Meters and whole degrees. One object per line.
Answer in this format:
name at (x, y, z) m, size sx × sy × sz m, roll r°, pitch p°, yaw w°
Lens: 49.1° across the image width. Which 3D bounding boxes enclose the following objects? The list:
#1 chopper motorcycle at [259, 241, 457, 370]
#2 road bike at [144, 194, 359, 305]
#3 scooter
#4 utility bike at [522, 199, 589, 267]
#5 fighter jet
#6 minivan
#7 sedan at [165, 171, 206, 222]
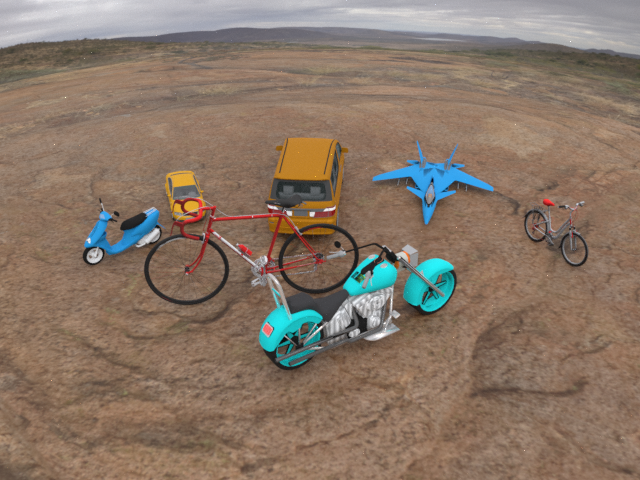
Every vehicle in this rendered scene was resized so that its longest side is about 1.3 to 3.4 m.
chopper motorcycle at (0.589, 0.662, 8.957) m, size 3.040 × 1.480 × 0.906 m, roll -19°, pitch 35°, yaw -29°
road bike at (-0.928, 0.133, 9.687) m, size 3.004 × 1.656 × 0.696 m, roll -4°, pitch 31°, yaw -8°
scooter at (-3.096, -0.192, 10.974) m, size 1.399 × 0.919 × 0.662 m, roll -23°, pitch 37°, yaw -34°
utility bike at (3.757, -0.242, 11.033) m, size 0.535 × 0.946 × 1.435 m, roll -15°, pitch 33°, yaw -23°
fighter jet at (2.054, -1.065, 12.826) m, size 2.229 × 0.557 × 2.640 m, roll 6°, pitch 31°, yaw 10°
minivan at (-0.189, -1.161, 12.356) m, size 1.324 × 1.197 × 3.011 m, roll 2°, pitch 30°, yaw 4°
sedan at (-2.417, -0.838, 12.512) m, size 0.635 × 0.483 × 1.613 m, roll -8°, pitch 31°, yaw -14°
